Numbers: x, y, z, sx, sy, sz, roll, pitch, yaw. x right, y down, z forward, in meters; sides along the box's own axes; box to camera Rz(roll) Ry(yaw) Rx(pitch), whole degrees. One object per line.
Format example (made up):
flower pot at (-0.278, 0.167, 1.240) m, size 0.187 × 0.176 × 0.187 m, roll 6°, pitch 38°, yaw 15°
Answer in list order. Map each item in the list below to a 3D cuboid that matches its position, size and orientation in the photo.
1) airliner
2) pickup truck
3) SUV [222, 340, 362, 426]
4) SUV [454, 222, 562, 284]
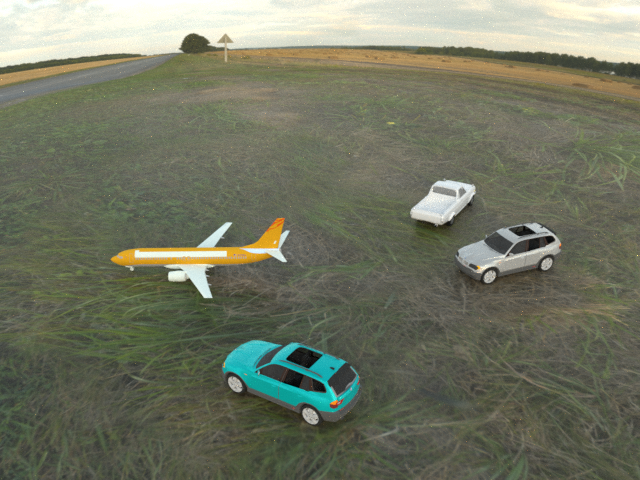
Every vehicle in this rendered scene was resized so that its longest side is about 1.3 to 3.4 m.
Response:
airliner at (-1.715, 0.069, 9.888) m, size 2.541 × 0.835 × 2.257 m, roll 0°, pitch 27°, yaw 0°
pickup truck at (2.089, -0.674, 11.731) m, size 0.640 × 0.511 × 1.603 m, roll 15°, pitch 30°, yaw 27°
SUV at (-0.321, 1.418, 7.485) m, size 1.572 × 0.580 × 0.656 m, roll 16°, pitch 31°, yaw 28°
SUV at (2.700, 0.146, 10.018) m, size 1.572 × 0.580 × 0.656 m, roll -10°, pitch 28°, yaw -20°
